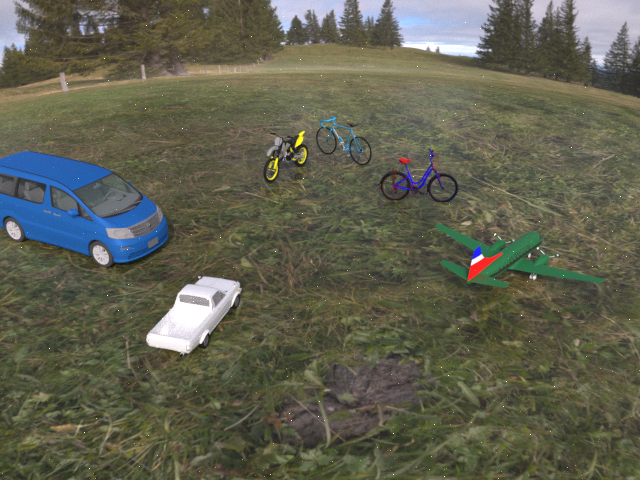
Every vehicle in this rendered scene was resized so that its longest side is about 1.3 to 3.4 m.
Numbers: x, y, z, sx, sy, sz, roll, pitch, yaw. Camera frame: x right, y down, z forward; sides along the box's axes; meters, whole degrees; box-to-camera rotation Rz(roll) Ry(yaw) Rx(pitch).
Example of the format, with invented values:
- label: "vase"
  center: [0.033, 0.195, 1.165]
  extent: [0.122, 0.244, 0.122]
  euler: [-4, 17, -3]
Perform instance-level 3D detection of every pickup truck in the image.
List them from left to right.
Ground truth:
- label: "pickup truck"
  center: [-1.554, 0.884, 8.843]
  extent: [0.640, 0.511, 1.603]
  euler: [8, 27, 15]

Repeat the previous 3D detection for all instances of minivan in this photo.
- label: "minivan"
  center: [-3.829, -0.545, 10.963]
  extent: [3.011, 1.197, 1.324]
  euler: [13, 29, 25]

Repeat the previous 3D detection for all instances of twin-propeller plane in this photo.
- label: "twin-propeller plane"
  center: [2.673, 0.165, 9.982]
  extent: [2.663, 0.792, 2.129]
  euler: [22, 34, 37]

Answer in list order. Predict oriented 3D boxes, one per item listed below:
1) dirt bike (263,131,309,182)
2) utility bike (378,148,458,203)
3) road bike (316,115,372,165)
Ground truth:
- label: "dirt bike"
  center: [-0.650, -1.692, 13.673]
  extent: [0.527, 0.857, 1.493]
  euler: [15, 30, 28]
- label: "utility bike"
  center: [1.753, -1.152, 12.479]
  extent: [1.435, 0.946, 0.535]
  euler: [3, 26, 6]
- label: "road bike"
  center: [0.477, -2.068, 14.441]
  extent: [1.545, 0.852, 0.358]
  euler: [23, 34, 38]
